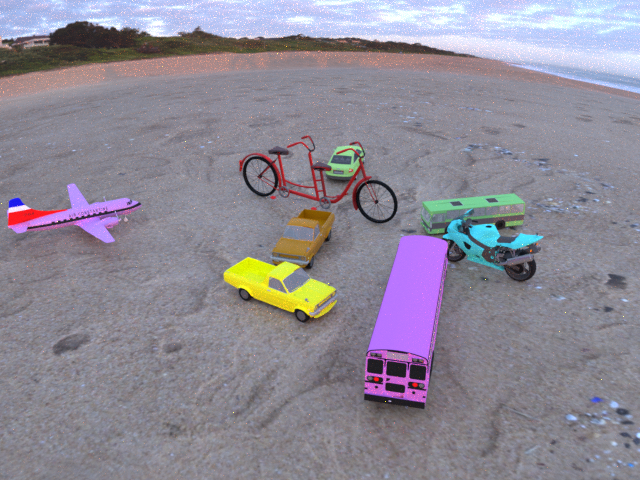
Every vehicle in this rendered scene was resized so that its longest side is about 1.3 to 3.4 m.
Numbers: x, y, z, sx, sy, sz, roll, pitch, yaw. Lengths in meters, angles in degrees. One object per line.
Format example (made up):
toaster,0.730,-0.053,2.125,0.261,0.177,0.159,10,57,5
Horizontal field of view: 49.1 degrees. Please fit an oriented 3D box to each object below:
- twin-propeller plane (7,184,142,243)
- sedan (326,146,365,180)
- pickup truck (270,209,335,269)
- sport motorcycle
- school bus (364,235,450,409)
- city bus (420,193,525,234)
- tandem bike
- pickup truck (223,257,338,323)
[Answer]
twin-propeller plane,-3.961,-0.493,11.411,2.129,0.792,2.663,-15,30,-27
sedan,0.526,-1.625,14.001,0.635,0.483,1.613,6,27,12
pickup truck,-0.244,-0.090,10.924,0.640,0.511,1.603,8,28,15
sport motorcycle,2.462,0.087,10.227,1.520,0.821,0.506,17,31,30
school bus,1.170,0.801,8.784,0.709,0.844,3.322,6,27,12
city bus,2.533,-0.422,11.638,1.674,0.460,0.476,-6,27,-11
tandem bike,-0.101,-1.149,12.121,3.192,1.326,0.550,15,30,27
pickup truck,-0.552,0.595,9.562,1.603,0.511,0.640,17,31,30
